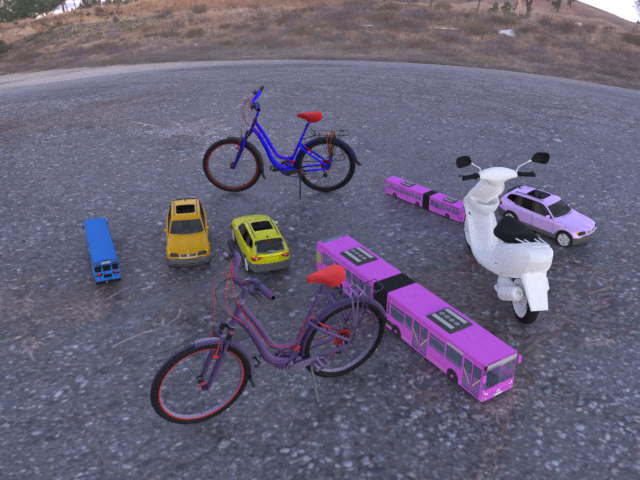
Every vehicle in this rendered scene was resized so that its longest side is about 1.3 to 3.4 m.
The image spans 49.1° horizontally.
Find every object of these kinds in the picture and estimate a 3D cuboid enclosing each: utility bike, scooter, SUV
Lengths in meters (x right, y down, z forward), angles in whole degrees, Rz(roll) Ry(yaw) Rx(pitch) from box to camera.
[{"bbox_3d":[-0.661,-1.607,12.017,2.791,1.839,1.039,0,28,-1],"label":"utility bike"},{"bbox_3d":[2.457,-0.193,9.358,1.288,1.786,2.721,-4,28,-7],"label":"scooter"},{"bbox_3d":[-0.365,0.944,7.119,2.791,1.839,1.039,-14,30,-24],"label":"utility bike"},{"bbox_3d":[3.592,-0.418,11.095,0.656,0.580,1.572,-23,35,-37],"label":"SUV"},{"bbox_3d":[-0.895,-0.044,10.378,0.656,0.580,1.572,-8,29,-15],"label":"SUV"},{"bbox_3d":[-2.007,-0.144,10.569,0.656,0.580,1.572,-5,28,-9],"label":"SUV"}]

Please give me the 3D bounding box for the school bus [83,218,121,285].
[{"bbox_3d":[-3.211,0.105,10.249,0.365,0.434,1.708,-10,29,-19],"label":"school bus"}]

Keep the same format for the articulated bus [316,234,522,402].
[{"bbox_3d":[1.043,0.829,8.721,0.605,0.561,3.401,-16,32,-28],"label":"articulated bus"}]

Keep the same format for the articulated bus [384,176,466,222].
[{"bbox_3d":[1.815,-0.714,11.981,0.311,0.289,1.749,-23,35,-37],"label":"articulated bus"}]
